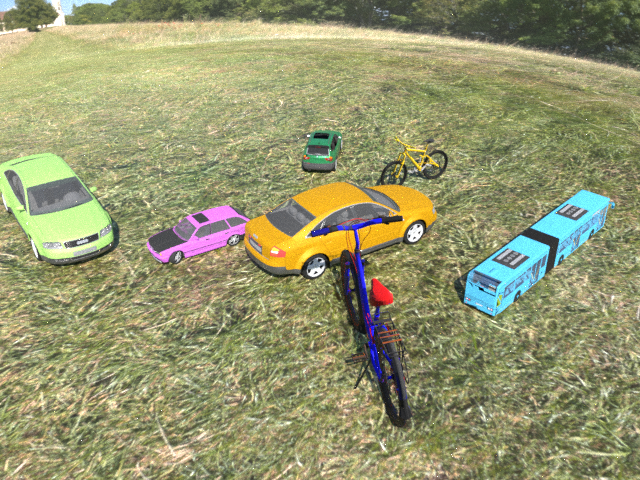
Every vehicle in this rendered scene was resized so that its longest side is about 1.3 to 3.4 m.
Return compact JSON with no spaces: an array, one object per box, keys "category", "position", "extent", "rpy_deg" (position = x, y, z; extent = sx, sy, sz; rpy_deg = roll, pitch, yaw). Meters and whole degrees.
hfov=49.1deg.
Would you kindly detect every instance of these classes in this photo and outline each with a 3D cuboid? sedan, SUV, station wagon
[{"category":"sedan","position":[-4.240,-0.658,11.070],"extent":[1.235,0.940,3.137],"rpy_deg":[-19,35,-29]},{"category":"SUV","position":[0.055,-1.800,13.352],"extent":[0.656,0.580,1.572],"rpy_deg":[4,31,7]},{"category":"sedan","position":[0.379,-0.333,10.522],"extent":[3.137,0.940,1.235],"rpy_deg":[-18,35,-27]},{"category":"station wagon","position":[-1.826,-0.122,10.623],"extent":[1.597,0.473,0.682],"rpy_deg":[-19,35,-28]}]

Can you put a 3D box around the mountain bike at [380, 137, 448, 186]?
[{"category":"mountain bike","position":[1.684,-1.377,12.354],"extent":[1.469,0.868,0.573],"rpy_deg":[-17,34,-26]}]

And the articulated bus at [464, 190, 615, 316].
[{"category":"articulated bus","position":[3.244,0.101,10.161],"extent":[0.605,0.561,3.401],"rpy_deg":[25,39,36]}]

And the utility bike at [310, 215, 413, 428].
[{"category":"utility bike","position":[0.476,0.741,7.826],"extent":[1.039,1.839,2.791],"rpy_deg":[-6,31,-10]}]
